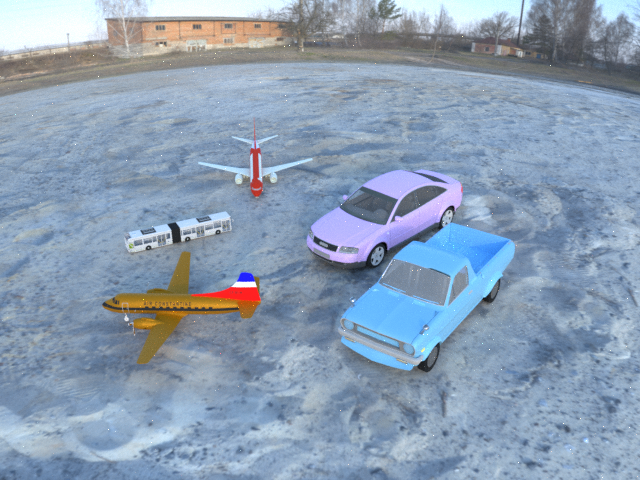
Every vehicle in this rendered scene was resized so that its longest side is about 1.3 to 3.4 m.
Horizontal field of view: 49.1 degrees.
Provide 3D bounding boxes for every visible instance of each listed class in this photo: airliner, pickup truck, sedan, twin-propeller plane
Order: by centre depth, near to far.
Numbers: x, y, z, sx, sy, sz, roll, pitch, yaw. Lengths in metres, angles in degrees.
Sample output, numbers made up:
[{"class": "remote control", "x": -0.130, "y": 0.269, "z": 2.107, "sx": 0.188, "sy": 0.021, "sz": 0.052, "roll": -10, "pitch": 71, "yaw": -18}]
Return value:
[{"class": "twin-propeller plane", "x": -1.843, "y": 0.756, "z": 9.240, "sx": 2.129, "sy": 0.792, "sz": 2.663, "roll": 1, "pitch": 28, "yaw": 1}, {"class": "pickup truck", "x": 1.527, "y": 0.568, "z": 9.376, "sx": 1.244, "sy": 0.993, "sz": 3.117, "roll": 19, "pitch": 33, "yaw": 31}, {"class": "sedan", "x": 1.109, "y": -0.490, "z": 11.398, "sx": 1.235, "sy": 0.940, "sz": 3.137, "roll": 25, "pitch": 37, "yaw": 38}, {"class": "airliner", "x": -1.250, "y": -1.601, "z": 13.570, "sx": 2.257, "sy": 0.835, "sz": 2.541, "roll": -2, "pitch": 28, "yaw": -5}]

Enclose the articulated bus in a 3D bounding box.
[{"class": "articulated bus", "x": -2.284, "y": -0.135, "z": 11.425, "sx": 1.749, "sy": 0.289, "sz": 0.311, "roll": -14, "pitch": 31, "yaw": -24}]
